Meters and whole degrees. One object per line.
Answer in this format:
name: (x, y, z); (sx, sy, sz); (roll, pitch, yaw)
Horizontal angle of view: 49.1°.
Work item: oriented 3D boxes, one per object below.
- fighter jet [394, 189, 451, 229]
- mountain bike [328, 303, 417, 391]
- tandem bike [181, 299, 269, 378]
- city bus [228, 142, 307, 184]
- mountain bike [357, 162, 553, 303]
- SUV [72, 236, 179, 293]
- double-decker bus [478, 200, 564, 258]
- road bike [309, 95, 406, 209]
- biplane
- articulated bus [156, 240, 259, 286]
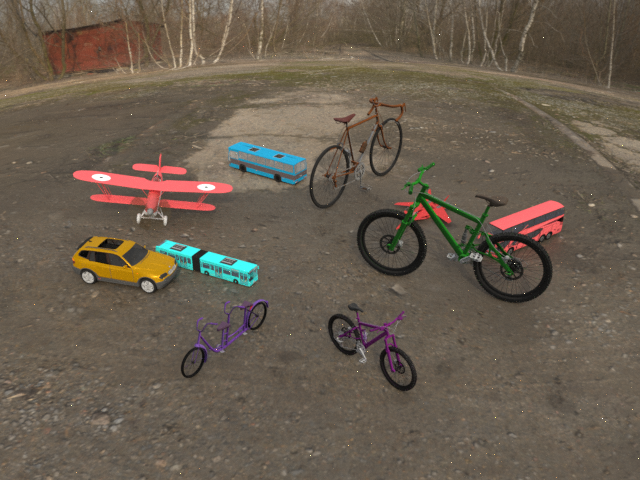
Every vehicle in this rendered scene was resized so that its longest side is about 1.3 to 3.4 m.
fighter jet: (1.730, -0.504, 12.234); (1.147, 0.286, 1.358); (22, 36, 35)
mountain bike: (0.607, 1.219, 8.452); (0.573, 0.868, 1.469); (-23, 36, -36)
tandem bike: (-1.174, 1.116, 8.836); (0.283, 0.682, 1.642); (19, 34, 30)
city bus: (-1.058, -1.520, 13.922); (1.674, 0.460, 0.476); (18, 33, 30)
mountain bike: (1.868, -0.050, 9.928); (2.857, 1.688, 1.114); (12, 31, 21)
SUV: (-2.902, 0.322, 10.404); (1.572, 0.580, 0.656); (7, 29, 13)
double-decker bus: (3.289, -0.175, 11.360); (1.672, 0.541, 0.389); (-18, 33, -30)
road bike: (0.741, -1.687, 12.978); (0.697, 1.656, 3.004); (20, 34, 32)
biplane: (-2.826, -0.892, 12.220); (2.598, 0.981, 2.120); (-3, 29, -6)
articulated bus: (-1.733, 0.345, 10.668); (1.749, 0.289, 0.311); (14, 31, 24)
